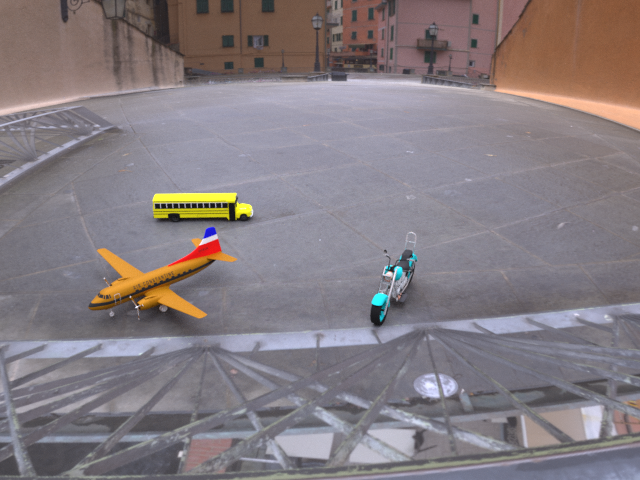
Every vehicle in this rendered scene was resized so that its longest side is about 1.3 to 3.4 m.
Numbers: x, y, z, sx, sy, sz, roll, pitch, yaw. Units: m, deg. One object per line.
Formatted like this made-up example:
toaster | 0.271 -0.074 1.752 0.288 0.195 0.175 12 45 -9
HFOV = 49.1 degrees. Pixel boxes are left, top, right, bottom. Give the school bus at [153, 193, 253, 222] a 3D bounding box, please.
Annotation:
school bus | -2.033 -0.577 12.218 1.708 0.434 0.365 -1 25 -2

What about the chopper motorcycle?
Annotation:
chopper motorcycle | 1.018 0.506 9.535 0.466 0.761 1.563 11 27 22

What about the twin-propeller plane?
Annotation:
twin-propeller plane | -2.221 0.438 9.644 2.129 0.792 2.663 -22 33 -39
